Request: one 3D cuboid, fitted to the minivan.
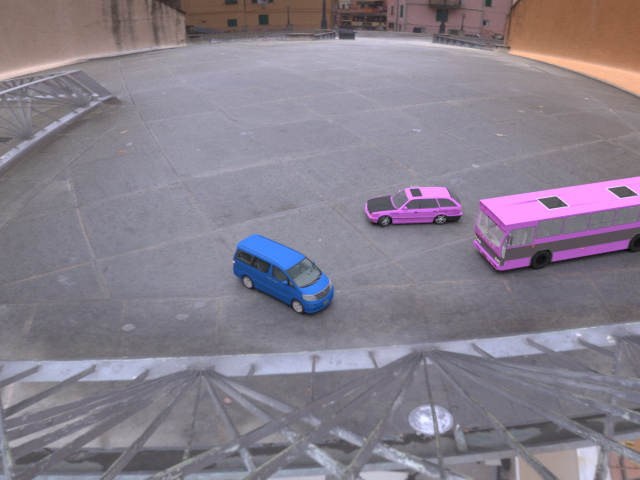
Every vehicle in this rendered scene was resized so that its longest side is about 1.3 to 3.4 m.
[{"bbox_3d":[-0.520,0.462,9.892,1.548,0.616,0.681,22,38,32],"label":"minivan"}]

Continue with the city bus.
[{"bbox_3d":[4.044,-0.266,10.825,3.255,0.894,0.926,-9,32,-14],"label":"city bus"}]

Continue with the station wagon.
[{"bbox_3d":[1.561,-0.593,11.771,1.597,0.473,0.682,-2,31,-4],"label":"station wagon"}]
